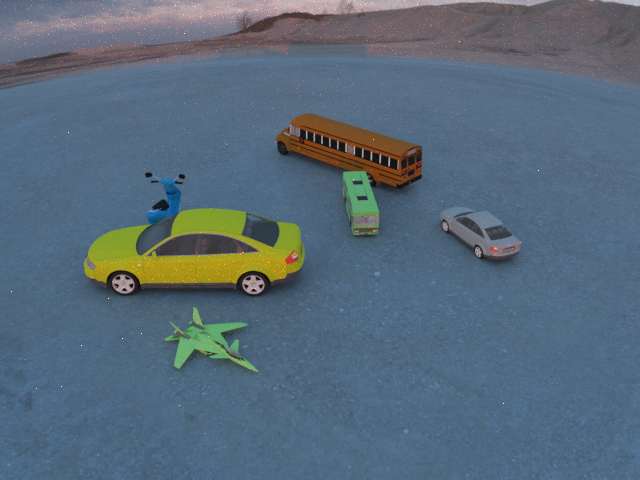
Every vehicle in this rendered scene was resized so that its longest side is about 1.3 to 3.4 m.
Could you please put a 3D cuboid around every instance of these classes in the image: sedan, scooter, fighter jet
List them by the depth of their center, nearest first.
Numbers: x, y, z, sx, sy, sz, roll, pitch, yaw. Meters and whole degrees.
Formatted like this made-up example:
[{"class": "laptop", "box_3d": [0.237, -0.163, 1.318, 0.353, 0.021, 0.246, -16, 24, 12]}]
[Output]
[{"class": "fighter jet", "box_3d": [-1.247, 1.260, 8.544, 1.358, 0.286, 1.147, 22, 35, 34]}, {"class": "sedan", "box_3d": [-1.788, 0.103, 9.992, 3.137, 0.940, 1.235, 0, 28, 0]}, {"class": "sedan", "box_3d": [2.488, -0.193, 11.016, 0.635, 0.483, 1.613, -12, 31, -21]}, {"class": "scooter", "box_3d": [-2.501, -0.585, 11.282, 0.662, 0.919, 1.399, 3, 29, 6]}]

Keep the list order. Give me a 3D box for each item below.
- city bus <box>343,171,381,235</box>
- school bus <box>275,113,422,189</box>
[{"class": "city bus", "box_3d": [0.672, -0.630, 11.846, 0.476, 0.460, 1.674, -2, 29, -4]}, {"class": "school bus", "box_3d": [0.443, -1.786, 13.573, 3.322, 0.844, 0.709, 24, 37, 37]}]
